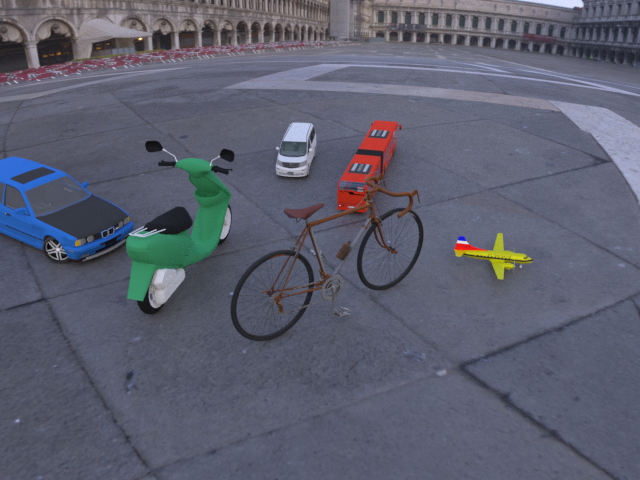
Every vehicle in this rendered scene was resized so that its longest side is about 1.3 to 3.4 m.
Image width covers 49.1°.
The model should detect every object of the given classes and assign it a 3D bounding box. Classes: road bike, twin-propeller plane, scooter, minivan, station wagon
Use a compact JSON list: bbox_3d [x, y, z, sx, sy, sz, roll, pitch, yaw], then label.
[{"bbox_3d":[0.197,0.170,8.498,3.004,1.656,0.697,-20,34,-33],"label":"road bike"},{"bbox_3d":[2.441,0.173,9.835,1.095,0.407,1.370,6,28,11],"label":"twin-propeller plane"},{"bbox_3d":[-1.798,-0.306,9.264,1.288,1.786,2.721,8,29,15],"label":"scooter"},{"bbox_3d":[-0.436,-1.699,13.177,0.681,0.616,1.548,3,28,6],"label":"minivan"},{"bbox_3d":[-4.248,-0.559,10.678,3.105,0.920,1.327,18,33,30],"label":"station wagon"}]

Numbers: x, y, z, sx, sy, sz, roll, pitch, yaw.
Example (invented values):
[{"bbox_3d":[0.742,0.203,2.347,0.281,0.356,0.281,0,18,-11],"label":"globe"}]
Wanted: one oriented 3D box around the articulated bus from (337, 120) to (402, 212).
[{"bbox_3d":[0.923,-1.411,12.687,0.605,0.561,3.401,7,28,13],"label":"articulated bus"}]
